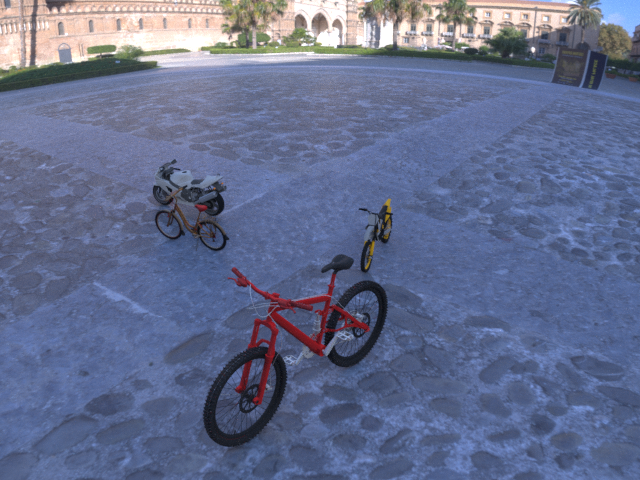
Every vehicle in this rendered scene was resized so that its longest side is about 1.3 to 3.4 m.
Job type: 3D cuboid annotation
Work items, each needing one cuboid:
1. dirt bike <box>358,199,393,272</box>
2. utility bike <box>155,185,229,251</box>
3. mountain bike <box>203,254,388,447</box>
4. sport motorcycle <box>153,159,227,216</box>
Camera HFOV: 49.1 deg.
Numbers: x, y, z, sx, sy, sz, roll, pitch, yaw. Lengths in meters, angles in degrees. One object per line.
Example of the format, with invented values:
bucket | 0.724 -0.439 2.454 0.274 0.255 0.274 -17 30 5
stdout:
dirt bike | 0.891 -0.134 10.771 0.527 0.857 1.493 10 29 19
utility bike | -2.073 -0.309 11.011 1.435 0.946 0.535 13 30 24
mountain bike | -0.157 1.034 7.621 1.114 1.688 2.857 23 35 37
sport motorcycle | -2.327 -0.904 12.291 1.520 0.821 0.506 12 30 22
